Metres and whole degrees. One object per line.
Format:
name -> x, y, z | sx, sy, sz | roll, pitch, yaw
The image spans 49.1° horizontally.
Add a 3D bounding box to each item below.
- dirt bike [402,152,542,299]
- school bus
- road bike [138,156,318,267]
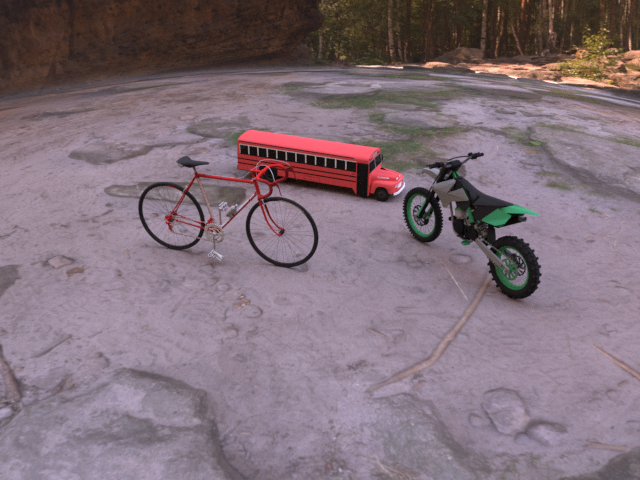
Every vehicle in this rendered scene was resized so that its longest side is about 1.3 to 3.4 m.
dirt bike -> 2.164, -0.340, 10.358 | 1.024, 1.666, 2.903 | -16, 31, -28
school bus -> 0.004, -1.465, 13.466 | 3.322, 0.844, 0.709 | 11, 29, 21
road bike -> -1.453, -0.459, 10.603 | 3.004, 1.656, 0.697 | 8, 28, 16
